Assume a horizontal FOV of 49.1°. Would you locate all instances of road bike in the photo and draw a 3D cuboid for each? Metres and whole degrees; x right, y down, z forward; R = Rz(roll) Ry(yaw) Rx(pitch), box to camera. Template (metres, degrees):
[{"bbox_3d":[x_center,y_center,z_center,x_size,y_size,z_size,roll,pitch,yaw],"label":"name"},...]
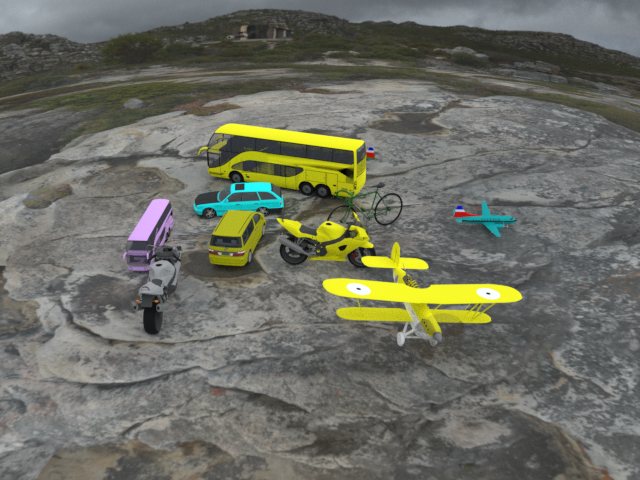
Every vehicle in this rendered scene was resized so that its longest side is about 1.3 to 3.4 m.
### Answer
[{"bbox_3d":[0.763,-0.524,11.697,1.545,0.852,0.358,-15,31,-27],"label":"road bike"}]

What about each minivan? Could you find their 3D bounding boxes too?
[{"bbox_3d":[-1.302,-0.138,11.217,0.681,0.616,1.548,4,28,8],"label":"minivan"}]

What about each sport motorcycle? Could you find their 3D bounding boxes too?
[{"bbox_3d":[-2.174,0.621,9.555,0.506,0.821,1.520,1,28,2],"label":"sport motorcycle"},{"bbox_3d":[0.099,0.028,10.681,1.520,0.821,0.506,3,28,5],"label":"sport motorcycle"}]

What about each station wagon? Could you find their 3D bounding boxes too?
[{"bbox_3d":[-1.457,-0.737,12.509,1.597,0.473,0.682,-2,28,-4],"label":"station wagon"}]

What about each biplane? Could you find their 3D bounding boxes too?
[{"bbox_3d":[1.256,0.729,9.177,2.598,0.981,2.120,-5,28,-9],"label":"biplane"}]

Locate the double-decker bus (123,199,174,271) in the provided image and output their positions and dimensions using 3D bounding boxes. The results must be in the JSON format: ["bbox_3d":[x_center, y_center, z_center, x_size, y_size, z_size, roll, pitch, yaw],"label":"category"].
[{"bbox_3d":[-2.709,-0.082,11.191,0.389,0.541,1.672,1,28,2],"label":"double-decker bus"}]

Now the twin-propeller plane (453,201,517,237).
[{"bbox_3d":[2.822,-0.397,11.934,1.095,0.407,1.370,1,28,1],"label":"twin-propeller plane"}]

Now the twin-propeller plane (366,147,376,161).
[{"bbox_3d":[0.613,-1.790,14.580,1.095,0.407,1.370,9,29,16],"label":"twin-propeller plane"}]

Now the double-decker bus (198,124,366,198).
[{"bbox_3d":[-0.722,-1.542,13.416,3.251,1.052,0.756,10,29,19],"label":"double-decker bus"}]
